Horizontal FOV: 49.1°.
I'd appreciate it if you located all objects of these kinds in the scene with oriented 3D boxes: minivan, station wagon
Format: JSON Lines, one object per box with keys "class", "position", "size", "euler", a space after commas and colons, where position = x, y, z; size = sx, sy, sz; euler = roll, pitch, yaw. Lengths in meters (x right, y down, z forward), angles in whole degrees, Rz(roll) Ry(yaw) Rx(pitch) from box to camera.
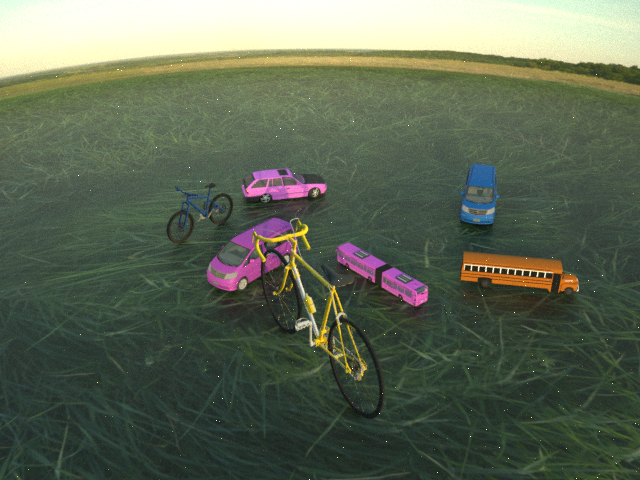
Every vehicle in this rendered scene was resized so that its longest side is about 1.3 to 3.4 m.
{"class": "minivan", "position": [2.897, -0.833, 12.681], "size": [0.681, 0.616, 1.548], "euler": [7, 29, 13]}
{"class": "station wagon", "position": [-0.670, -1.076, 13.295], "size": [1.597, 0.473, 0.682], "euler": [-7, 29, -12]}
{"class": "minivan", "position": [-1.032, 0.209, 10.706], "size": [0.681, 0.616, 1.548], "euler": [21, 35, 35]}

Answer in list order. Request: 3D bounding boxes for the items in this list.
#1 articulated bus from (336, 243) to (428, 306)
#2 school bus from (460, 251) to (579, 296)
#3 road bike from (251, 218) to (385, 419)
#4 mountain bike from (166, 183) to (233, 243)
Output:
{"class": "articulated bus", "position": [0.899, 0.493, 10.518], "size": [0.311, 0.289, 1.749], "euler": [-21, 34, -34]}
{"class": "school bus", "position": [2.957, 0.485, 10.378], "size": [1.708, 0.434, 0.365], "euler": [5, 28, 10]}
{"class": "road bike", "position": [-0.066, 0.835, 8.404], "size": [0.697, 1.656, 3.004], "euler": [-15, 31, -26]}
{"class": "mountain bike", "position": [-2.018, -0.517, 11.813], "size": [0.573, 0.868, 1.469], "euler": [21, 34, 34]}
